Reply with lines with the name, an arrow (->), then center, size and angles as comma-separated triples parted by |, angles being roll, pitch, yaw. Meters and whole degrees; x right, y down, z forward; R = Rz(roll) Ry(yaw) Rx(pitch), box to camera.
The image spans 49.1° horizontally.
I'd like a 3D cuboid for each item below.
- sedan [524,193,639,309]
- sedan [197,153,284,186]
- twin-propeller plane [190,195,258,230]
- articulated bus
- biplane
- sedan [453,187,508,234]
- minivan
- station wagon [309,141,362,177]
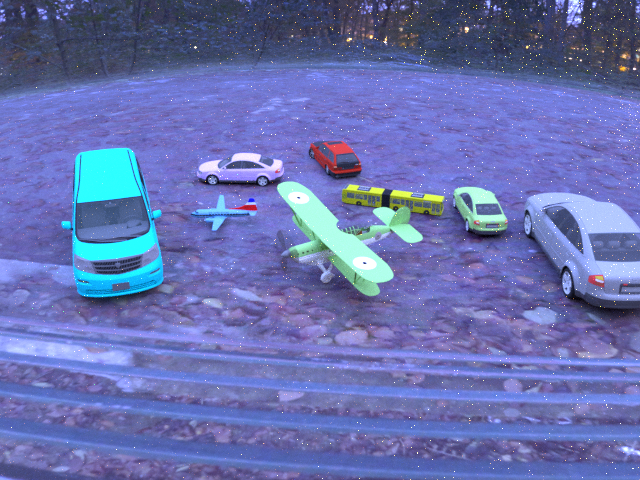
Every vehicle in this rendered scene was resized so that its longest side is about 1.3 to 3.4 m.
sedan -> 3.824, -0.074, 9.973 | 1.235, 0.940, 3.137 | -1, 27, -2
sedan -> -1.476, -1.335, 12.957 | 1.613, 0.483, 0.635 | 1, 27, 3
twin-propeller plane -> -1.562, -0.485, 11.368 | 1.095, 0.407, 1.370 | -1, 27, -2
articulated bus -> 1.240, -0.685, 11.893 | 1.749, 0.289, 0.311 | 9, 28, 16
biplane -> 0.417, 0.008, 9.766 | 2.120, 0.981, 2.598 | -15, 31, -27
sedan -> 2.599, -0.563, 11.439 | 0.635, 0.483, 1.613 | -2, 27, -3
minivan -> -3.014, -0.327, 10.186 | 1.324, 1.197, 3.011 | -8, 28, -15
station wagon -> 0.278, -1.682, 13.651 | 0.682, 0.473, 1.597 | -9, 28, -16
